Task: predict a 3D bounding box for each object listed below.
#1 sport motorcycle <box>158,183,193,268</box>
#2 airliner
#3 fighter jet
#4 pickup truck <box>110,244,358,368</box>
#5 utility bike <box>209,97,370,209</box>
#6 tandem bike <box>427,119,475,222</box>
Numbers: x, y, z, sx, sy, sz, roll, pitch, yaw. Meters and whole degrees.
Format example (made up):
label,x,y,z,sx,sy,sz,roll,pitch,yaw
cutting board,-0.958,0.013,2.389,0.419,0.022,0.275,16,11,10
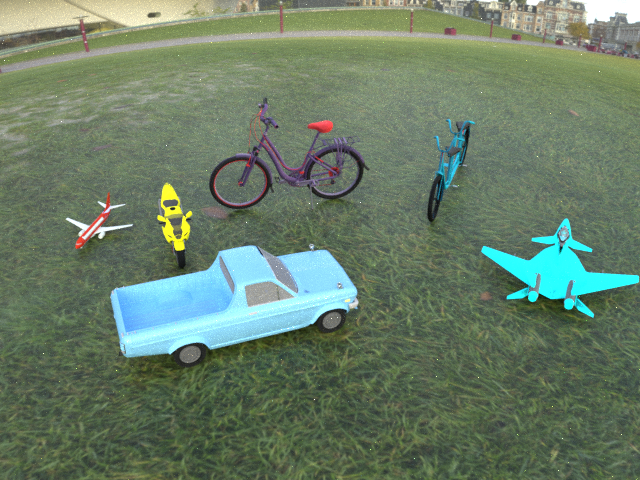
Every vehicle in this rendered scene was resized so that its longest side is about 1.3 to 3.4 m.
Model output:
label,x,y,z,sx,sy,sz,roll,pitch,yaw
sport motorcycle,-2.243,-0.232,10.800,0.506,0.821,1.520,-9,32,-14
airliner,-3.645,-0.307,11.303,1.161,0.429,1.307,6,31,9
fighter jet,3.595,0.133,10.448,2.229,0.557,2.640,12,33,18
pickup truck,-1.086,0.721,9.048,3.117,0.993,1.244,-11,33,-18
utility bike,-0.467,-1.352,11.674,2.791,1.839,1.039,-7,32,-12
tandem bike,2.342,-1.489,12.400,0.550,1.326,3.192,11,33,18
